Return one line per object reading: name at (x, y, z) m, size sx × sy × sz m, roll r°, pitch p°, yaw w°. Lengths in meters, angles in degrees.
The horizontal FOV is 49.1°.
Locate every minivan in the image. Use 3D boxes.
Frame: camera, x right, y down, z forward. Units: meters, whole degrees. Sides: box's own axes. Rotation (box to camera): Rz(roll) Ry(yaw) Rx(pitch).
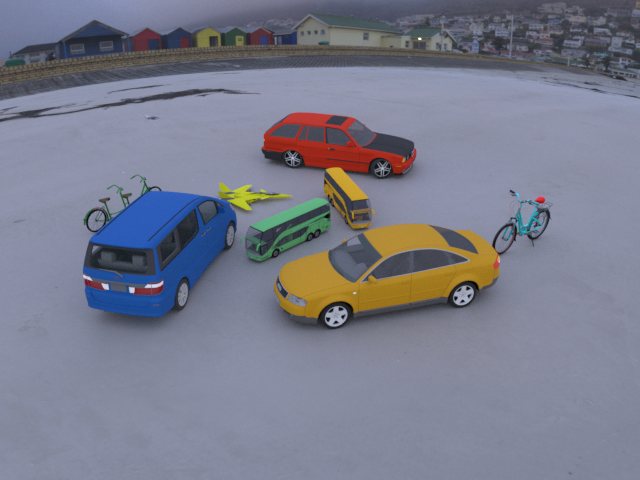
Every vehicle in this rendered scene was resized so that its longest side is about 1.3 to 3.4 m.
minivan at (-2.172, -0.045, 10.049) m, size 1.324 × 1.197 × 3.011 m, roll 6°, pitch 28°, yaw 12°

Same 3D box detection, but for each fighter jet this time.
fighter jet at (-1.168, -0.845, 12.635) m, size 1.358 × 0.286 × 1.147 m, roll -2°, pitch 27°, yaw -4°

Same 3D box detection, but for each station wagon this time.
station wagon at (0.407, -1.984, 14.183) m, size 3.105 × 0.920 × 1.327 m, roll 9°, pitch 28°, yaw 17°

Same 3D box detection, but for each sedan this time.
sedan at (0.918, 0.369, 9.515) m, size 3.137 × 0.940 × 1.235 m, roll -8°, pitch 28°, yaw -15°

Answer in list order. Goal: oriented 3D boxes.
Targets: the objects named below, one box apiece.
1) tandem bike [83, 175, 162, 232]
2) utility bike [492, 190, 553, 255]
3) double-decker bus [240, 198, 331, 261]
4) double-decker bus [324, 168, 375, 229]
tandem bike at (-3.307, -0.653, 11.819) m, size 0.283 × 0.682 × 1.642 m, roll 19°, pitch 33°, yaw 33°
utility bike at (3.210, -0.301, 10.831) m, size 1.435 × 0.946 × 0.535 m, roll -19°, pitch 33°, yaw -33°
double-decker bus at (-0.499, -0.167, 11.014) m, size 0.389 × 0.541 × 1.672 m, roll 23°, pitch 35°, yaw 38°
double-decker bus at (0.468, -0.727, 12.119) m, size 0.389 × 0.541 × 1.672 m, roll -8°, pitch 28°, yaw -15°
